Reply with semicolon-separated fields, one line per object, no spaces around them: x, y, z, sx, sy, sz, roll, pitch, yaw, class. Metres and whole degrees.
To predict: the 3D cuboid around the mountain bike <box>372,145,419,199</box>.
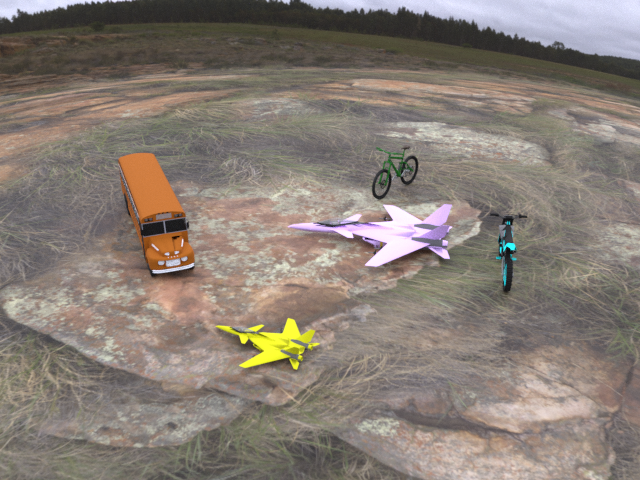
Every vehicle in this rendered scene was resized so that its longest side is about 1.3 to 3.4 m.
1.402;-1.303;12.869;0.573;0.868;1.469;20;33;34;mountain bike

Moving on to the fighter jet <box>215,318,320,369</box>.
-0.731;1.163;8.604;1.358;0.286;1.147;13;30;25;fighter jet

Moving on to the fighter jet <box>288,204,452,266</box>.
0.765;-0.253;11.123;2.640;0.557;2.229;5;27;10;fighter jet

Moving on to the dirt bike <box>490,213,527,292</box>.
2.690;0.085;10.115;0.527;0.857;1.493;4;27;8;dirt bike

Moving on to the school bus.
-2.679;-0.487;11.268;0.709;0.844;3.322;-10;28;-19;school bus
